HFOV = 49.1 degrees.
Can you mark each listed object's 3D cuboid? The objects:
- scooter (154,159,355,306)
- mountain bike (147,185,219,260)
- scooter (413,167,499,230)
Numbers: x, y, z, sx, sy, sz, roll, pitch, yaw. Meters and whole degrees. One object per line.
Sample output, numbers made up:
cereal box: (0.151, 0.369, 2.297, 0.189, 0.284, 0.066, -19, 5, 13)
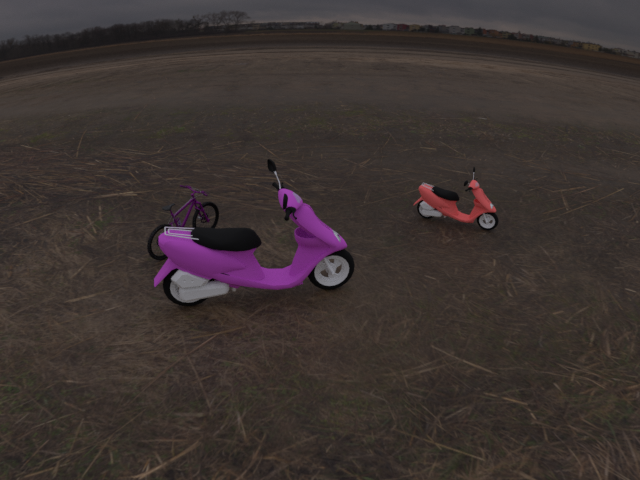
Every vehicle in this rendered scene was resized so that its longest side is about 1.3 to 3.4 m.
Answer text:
scooter: (-0.851, 0.013, 9.219, 2.721, 1.786, 1.288, -6, 30, -10)
mountain bike: (-2.070, -0.284, 10.658, 0.573, 0.868, 1.469, 20, 36, 31)
scooter: (2.208, -0.671, 11.281, 1.399, 0.919, 0.662, 12, 32, 20)
